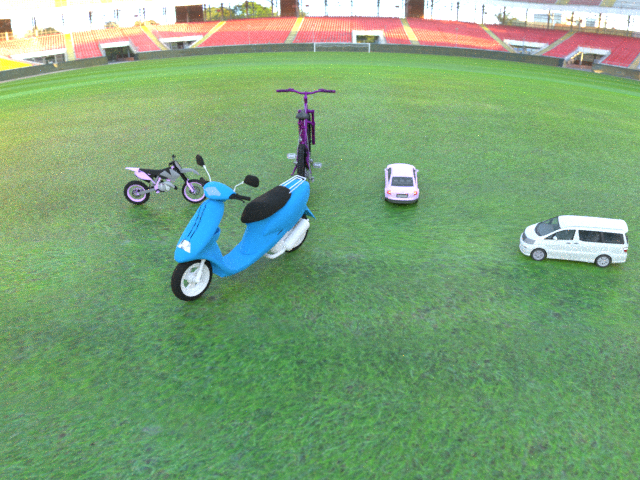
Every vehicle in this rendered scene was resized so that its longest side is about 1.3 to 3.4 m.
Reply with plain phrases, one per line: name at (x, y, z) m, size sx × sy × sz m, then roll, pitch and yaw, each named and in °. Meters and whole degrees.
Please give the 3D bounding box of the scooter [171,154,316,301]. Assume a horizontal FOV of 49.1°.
scooter at (-1.059, -0.321, 10.019) m, size 1.288 × 1.786 × 2.721 m, roll 23°, pitch 35°, yaw 37°

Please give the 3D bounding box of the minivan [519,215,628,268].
minivan at (3.879, -0.027, 10.721) m, size 1.548 × 0.616 × 0.681 m, roll 6°, pitch 28°, yaw 11°

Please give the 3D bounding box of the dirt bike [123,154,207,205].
dirt bike at (-2.743, -1.028, 12.381) m, size 1.493 × 0.857 × 0.527 m, roll -1°, pitch 28°, yaw -2°

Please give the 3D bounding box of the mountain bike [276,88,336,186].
mountain bike at (-0.283, -1.825, 13.014) m, size 1.114 × 1.688 × 2.857 m, roll 1°, pitch 28°, yaw 2°

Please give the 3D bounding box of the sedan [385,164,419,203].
sedan at (1.510, -1.129, 12.979) m, size 0.635 × 0.483 × 1.613 m, roll 2°, pitch 28°, yaw 4°
